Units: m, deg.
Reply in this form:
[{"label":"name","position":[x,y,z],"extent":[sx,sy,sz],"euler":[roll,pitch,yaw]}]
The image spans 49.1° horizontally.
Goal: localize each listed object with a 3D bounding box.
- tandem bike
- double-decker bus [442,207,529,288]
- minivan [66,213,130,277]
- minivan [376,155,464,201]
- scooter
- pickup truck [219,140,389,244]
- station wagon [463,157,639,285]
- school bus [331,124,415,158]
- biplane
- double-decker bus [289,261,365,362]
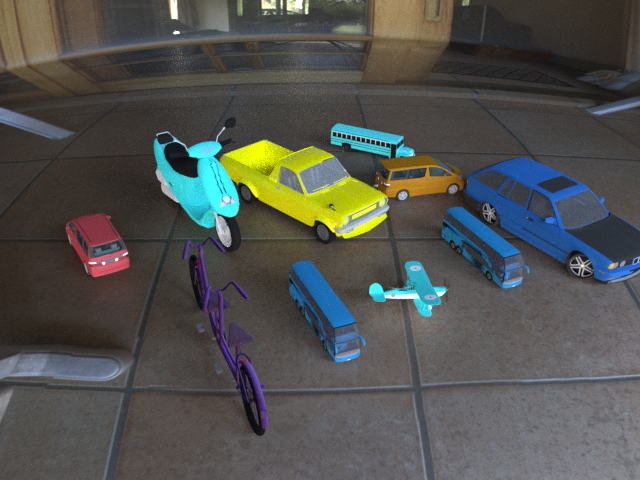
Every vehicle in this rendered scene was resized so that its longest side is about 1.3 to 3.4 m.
[{"label":"tandem bike","position":[-1.159,0.920,8.194],"extent":[0.550,1.326,3.192],"euler":[-12,33,-19]},{"label":"double-decker bus","position":[2.385,0.106,10.302],"extent":[0.389,0.541,1.672],"euler":[-13,34,-21]},{"label":"minivan","position":[-3.360,-0.034,10.462],"extent":[0.681,0.616,1.548],"euler":[-17,35,-26]},{"label":"minivan","position":[1.773,-1.133,12.284],"extent":[1.548,0.616,0.681],"euler":[-8,32,-13]},{"label":"scooter","position":[-1.986,-1.059,11.028],"extent":[1.288,1.786,2.721],"euler":[-20,36,-29]},{"label":"pickup truck","position":[-0.330,-0.989,11.680],"extent":[1.244,0.993,3.117],"euler":[-27,40,-37]},{"label":"station wagon","position":[3.651,-0.437,10.835],"extent":[1.327,0.920,3.105],"euler":[-18,35,-27]},{"label":"school bus","position":[1.040,-1.908,13.744],"extent":[1.708,0.434,0.365],"euler":[16,34,24]},{"label":"biplane","position":[1.197,0.687,9.375],"extent":[1.090,0.504,1.336],"euler":[-3,31,-4]},{"label":"double-decker bus","position":[0.043,0.904,8.980],"extent":[0.389,0.541,1.672],"euler":[-12,33,-19]}]
